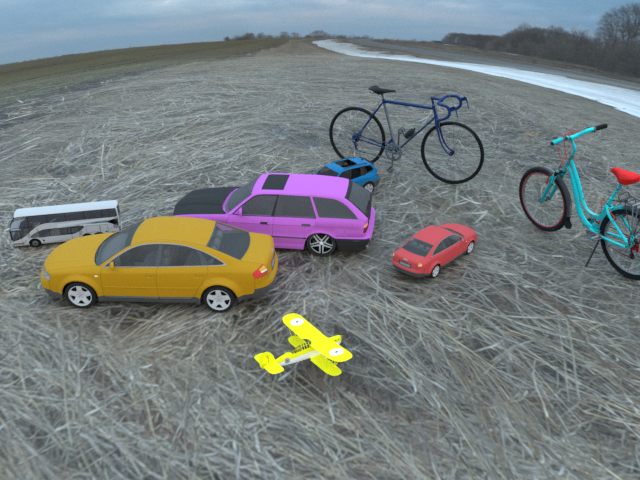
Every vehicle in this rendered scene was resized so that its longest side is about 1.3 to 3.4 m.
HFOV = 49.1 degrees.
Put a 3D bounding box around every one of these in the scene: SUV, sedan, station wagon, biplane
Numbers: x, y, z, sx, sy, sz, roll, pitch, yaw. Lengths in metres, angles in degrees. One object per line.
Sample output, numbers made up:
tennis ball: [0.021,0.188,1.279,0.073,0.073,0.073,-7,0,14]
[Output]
SUV: [0.290,-1.025,12.048,1.572,0.580,0.656,-17,33,-29]
sedan: [-2.132,0.236,9.293,3.137,0.940,1.235,1,28,2]
station wagon: [-0.726,-0.479,10.659,3.105,0.920,1.327,4,28,7]
sedan: [1.688,0.062,10.106,0.635,0.483,1.613,23,36,36]
biplane: [-0.194,1.244,7.861,1.090,0.504,1.336,-15,32,-27]

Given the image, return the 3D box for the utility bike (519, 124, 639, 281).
utility bike: [3.772,-0.586,9.883,1.039,1.839,2.791,-14,31,-25]

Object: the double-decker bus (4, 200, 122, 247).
double-decker bus: [-3.881,-0.247,10.628,1.672,0.541,0.389,-6,29,-11]

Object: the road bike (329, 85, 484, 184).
road bike: [1.513,-1.951,12.644,3.004,1.656,0.697,14,31,24]
